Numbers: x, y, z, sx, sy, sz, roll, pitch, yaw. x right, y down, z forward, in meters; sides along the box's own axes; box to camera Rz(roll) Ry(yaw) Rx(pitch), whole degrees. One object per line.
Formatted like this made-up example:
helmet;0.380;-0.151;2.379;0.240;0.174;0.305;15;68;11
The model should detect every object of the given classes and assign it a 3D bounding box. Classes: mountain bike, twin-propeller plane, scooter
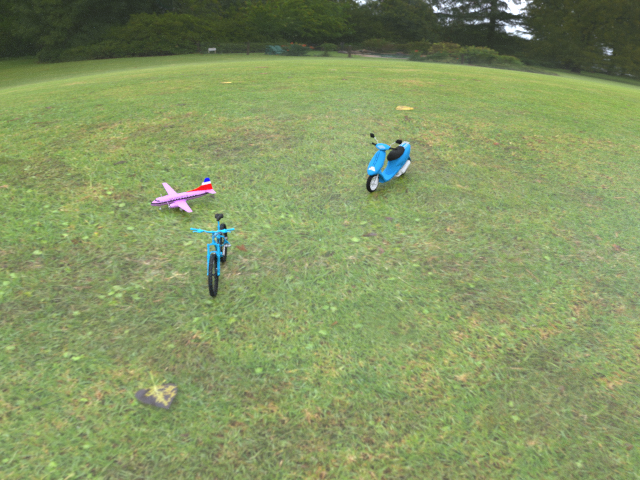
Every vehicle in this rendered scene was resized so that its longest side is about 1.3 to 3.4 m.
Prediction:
mountain bike;-1.394;0.116;9.519;0.573;0.868;1.469;0;27;1
twin-propeller plane;-2.312;-0.770;11.733;1.095;0.407;1.370;-14;31;-25
scooter;1.240;-1.453;12.497;0.662;0.919;1.399;19;33;33
